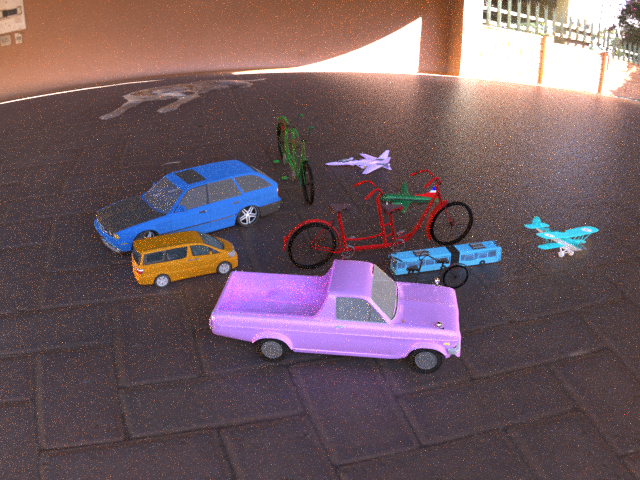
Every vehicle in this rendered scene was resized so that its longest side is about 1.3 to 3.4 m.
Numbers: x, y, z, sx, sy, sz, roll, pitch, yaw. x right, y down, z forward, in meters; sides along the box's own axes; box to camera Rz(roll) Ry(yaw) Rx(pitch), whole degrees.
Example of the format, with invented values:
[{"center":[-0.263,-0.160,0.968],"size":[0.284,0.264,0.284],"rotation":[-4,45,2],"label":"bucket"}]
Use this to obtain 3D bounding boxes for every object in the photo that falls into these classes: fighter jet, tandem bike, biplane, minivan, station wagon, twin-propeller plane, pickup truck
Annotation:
[{"center":[0.783,-1.647,14.444],"size":[1.358,0.286,1.147],"rotation":[0,27,0],"label":"fighter jet"},{"center":[-0.510,-1.785,13.578],"size":[0.550,1.326,3.192],"rotation":[-7,28,-12],"label":"tandem bike"},{"center":[0.958,-0.321,10.736],"size":[3.192,1.326,0.550],"rotation":[-9,29,-17],"label":"tandem bike"},{"center":[3.791,-0.057,11.121],"size":[1.336,0.504,1.090],"rotation":[-16,31,-28],"label":"biplane"},{"center":[1.384,0.463,9.916],"size":[1.642,0.682,0.283],"rotation":[-6,28,-11],"label":"tandem bike"},{"center":[-2.008,0.223,10.456],"size":[1.548,0.616,0.681],"rotation":[-12,29,-21],"label":"minivan"},{"center":[-2.220,-0.643,11.805],"size":[3.105,0.920,1.327],"rotation":[-17,32,-30],"label":"station wagon"},{"center":[1.615,-0.802,12.672],"size":[1.095,0.407,1.370],"rotation":[3,27,6],"label":"twin-propeller plane"},{"center":[0.226,0.852,8.823],"size":[3.117,0.993,1.244],"rotation":[3,27,6],"label":"pickup truck"}]

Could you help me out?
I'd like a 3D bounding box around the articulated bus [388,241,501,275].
[{"center":[1.923,0.269,10.722],"size":[1.749,0.289,0.311],"rotation":[-7,28,-13],"label":"articulated bus"}]
